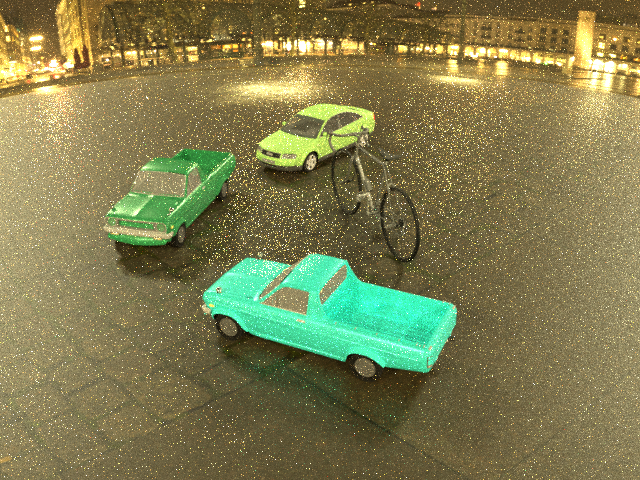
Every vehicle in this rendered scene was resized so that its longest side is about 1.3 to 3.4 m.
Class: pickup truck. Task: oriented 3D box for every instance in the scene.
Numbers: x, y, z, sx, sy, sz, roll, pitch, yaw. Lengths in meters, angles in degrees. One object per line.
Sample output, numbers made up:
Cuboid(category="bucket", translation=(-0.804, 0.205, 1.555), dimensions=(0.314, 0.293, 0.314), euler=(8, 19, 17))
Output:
Cuboid(category="pickup truck", translation=(0.079, 0.816, 8.690), dimensions=(3.117, 0.993, 1.244), euler=(12, 30, 23))
Cuboid(category="pickup truck", translation=(-2.479, -0.899, 12.019), dimensions=(1.244, 0.993, 3.117), euler=(7, 28, 12))

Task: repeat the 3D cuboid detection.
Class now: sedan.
Cuboid(category="sedan", translation=(-0.046, -2.271, 14.741), dimensions=(1.235, 0.940, 3.137), euler=(20, 33, 33))

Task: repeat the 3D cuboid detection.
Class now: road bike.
Cuboid(category="road bike", translation=(0.820, -0.838, 11.176), dimensions=(0.696, 1.656, 3.004), euler=(-11, 29, -21))
